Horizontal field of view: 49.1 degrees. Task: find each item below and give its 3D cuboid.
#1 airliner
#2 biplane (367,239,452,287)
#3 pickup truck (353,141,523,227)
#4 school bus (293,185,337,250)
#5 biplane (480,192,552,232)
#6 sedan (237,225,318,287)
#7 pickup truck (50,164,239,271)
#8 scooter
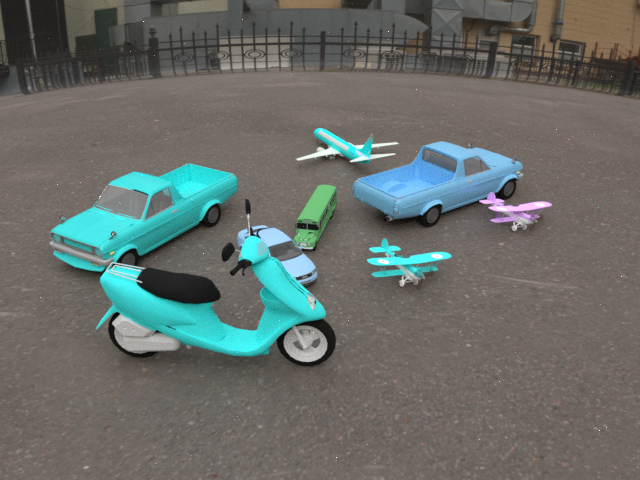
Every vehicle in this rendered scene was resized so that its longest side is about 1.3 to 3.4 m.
[{"bbox_3d":[0.446,-2.040,14.005,2.257,0.835,2.541,-12,29,-23],"label":"airliner"},{"bbox_3d":[1.151,0.311,9.689,1.336,0.504,1.090,-13,30,-25],"label":"biplane"},{"bbox_3d":[2.063,-1.066,11.889,3.117,0.993,1.244,-18,32,-32],"label":"pickup truck"},{"bbox_3d":[-0.066,-0.368,11.121,0.365,0.434,1.708,6,27,12],"label":"school bus"},{"bbox_3d":[3.087,-0.467,11.238,1.336,0.504,1.090,-16,31,-28],"label":"biplane"},{"bbox_3d":[-0.625,0.180,9.972,0.635,0.483,1.613,-16,31,-29],"label":"sedan"},{"bbox_3d":[-2.602,-0.507,10.774,1.244,0.993,3.117,15,30,28],"label":"pickup truck"},{"bbox_3d":[-1.175,0.591,7.700,2.721,1.786,1.288,2,27,4],"label":"scooter"}]
